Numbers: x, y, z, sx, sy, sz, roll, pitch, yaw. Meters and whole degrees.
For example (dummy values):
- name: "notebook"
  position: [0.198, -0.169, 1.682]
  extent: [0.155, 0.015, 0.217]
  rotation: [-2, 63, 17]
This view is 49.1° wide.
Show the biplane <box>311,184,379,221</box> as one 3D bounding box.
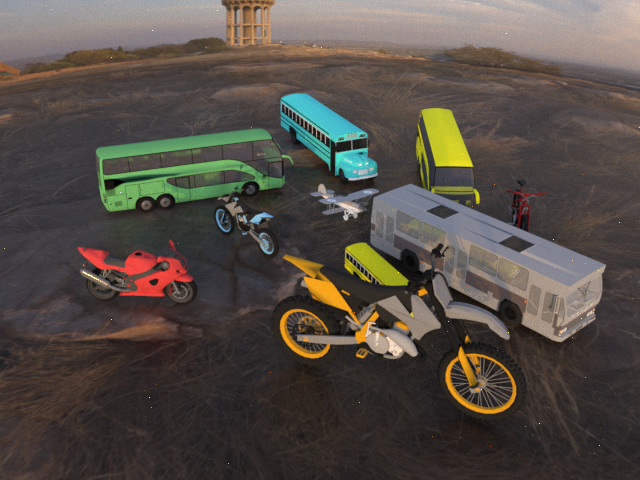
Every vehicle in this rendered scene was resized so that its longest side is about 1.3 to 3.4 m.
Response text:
- name: "biplane"
  position: [0.369, -0.642, 11.491]
  extent: [1.090, 0.504, 1.336]
  rotation: [25, 37, 38]

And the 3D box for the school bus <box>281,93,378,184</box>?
- name: "school bus"
  position: [0.127, -2.044, 13.772]
  extent: [0.709, 0.844, 3.322]
  rotation: [-12, 30, -21]

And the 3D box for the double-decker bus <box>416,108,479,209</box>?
- name: "double-decker bus"
  position: [2.139, -1.318, 12.181]
  extent: [0.756, 1.052, 3.251]
  rotation: [1, 28, 2]

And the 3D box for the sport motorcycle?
- name: "sport motorcycle"
  position: [-2.357, 0.446, 9.103]
  extent: [1.520, 0.821, 0.506]
  rotation: [3, 28, 5]

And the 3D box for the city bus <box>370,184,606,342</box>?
- name: "city bus"
  position: [2.092, 0.228, 9.435]
  extent: [0.926, 0.894, 3.255]
  rotation: [-22, 35, -35]

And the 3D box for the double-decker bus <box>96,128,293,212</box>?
- name: "double-decker bus"
  position: [-2.113, -1.220, 11.996]
  extent: [3.251, 1.052, 0.756]
  rotation: [-10, 30, -18]

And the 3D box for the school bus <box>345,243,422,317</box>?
- name: "school bus"
  position: [0.867, 0.593, 9.239]
  extent: [0.365, 0.434, 1.708]
  rotation: [-13, 30, -23]

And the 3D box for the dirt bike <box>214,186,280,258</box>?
- name: "dirt bike"
  position: [-1.136, -0.299, 10.468]
  extent: [0.527, 0.857, 1.493]
  rotation: [-25, 37, -38]

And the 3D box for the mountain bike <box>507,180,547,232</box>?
- name: "mountain bike"
  position: [3.084, -0.456, 10.752]
  extent: [0.573, 0.868, 1.469]
  rotation: [4, 28, 7]

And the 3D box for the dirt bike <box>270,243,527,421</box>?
- name: "dirt bike"
  position: [0.751, 0.904, 7.338]
  extent: [2.903, 1.666, 1.024]
  rotation: [13, 31, 23]
